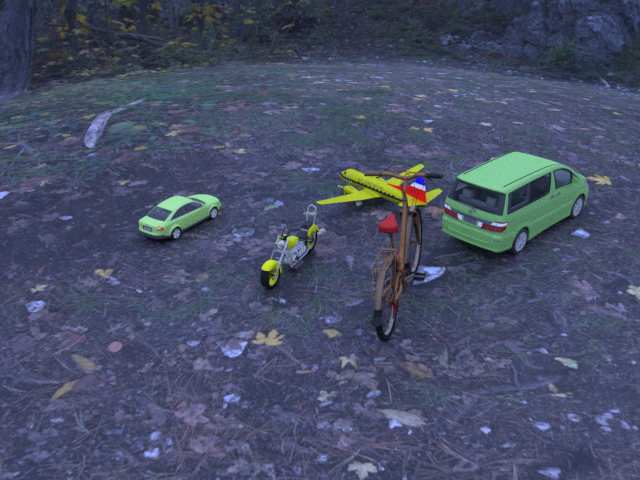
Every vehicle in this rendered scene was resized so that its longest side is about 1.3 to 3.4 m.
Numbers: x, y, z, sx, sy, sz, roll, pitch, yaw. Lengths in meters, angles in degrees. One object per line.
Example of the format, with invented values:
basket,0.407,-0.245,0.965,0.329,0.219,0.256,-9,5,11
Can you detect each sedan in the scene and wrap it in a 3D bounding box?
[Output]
sedan,-2.318,-0.475,11.725,0.635,0.483,1.613,17,32,29

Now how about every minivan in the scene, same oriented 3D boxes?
minivan,3.321,-0.774,11.525,3.011,1.197,1.324,-24,36,-39

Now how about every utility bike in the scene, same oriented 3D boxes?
utility bike,0.978,0.045,9.246,1.039,1.839,2.791,8,29,16

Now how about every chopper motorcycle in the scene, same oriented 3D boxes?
chopper motorcycle,-0.436,0.083,10.344,0.466,0.761,1.563,13,30,24

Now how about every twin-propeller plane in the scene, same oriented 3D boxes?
twin-propeller plane,1.085,-1.011,12.423,2.663,0.792,2.129,-22,35,-36
